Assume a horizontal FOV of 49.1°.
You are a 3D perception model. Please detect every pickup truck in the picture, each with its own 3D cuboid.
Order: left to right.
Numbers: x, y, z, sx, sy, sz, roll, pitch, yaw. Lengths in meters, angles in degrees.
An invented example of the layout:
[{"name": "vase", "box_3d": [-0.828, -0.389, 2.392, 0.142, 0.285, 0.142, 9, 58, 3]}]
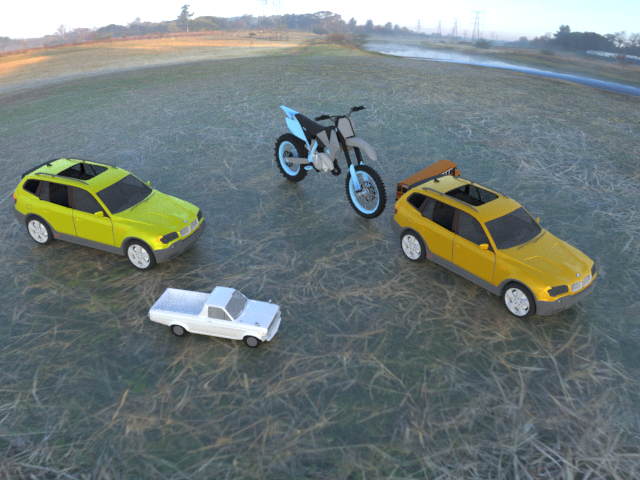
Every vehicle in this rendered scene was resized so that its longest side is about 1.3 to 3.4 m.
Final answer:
[{"name": "pickup truck", "box_3d": [-1.307, 0.892, 8.760, 1.603, 0.511, 0.640, 7, 29, 12]}]

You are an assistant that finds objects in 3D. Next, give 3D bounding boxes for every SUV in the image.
[{"name": "SUV", "box_3d": [-3.250, -0.497, 10.693, 3.058, 1.128, 1.276, 12, 31, 21]}, {"name": "SUV", "box_3d": [2.359, -0.031, 9.825, 1.276, 1.128, 3.058, -21, 35, -34]}]

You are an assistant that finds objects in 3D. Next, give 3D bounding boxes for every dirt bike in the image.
[{"name": "dirt bike", "box_3d": [0.123, -1.475, 11.944, 1.024, 1.666, 2.903, -21, 35, -34]}]

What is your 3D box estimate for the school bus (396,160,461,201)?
[{"name": "school bus", "box_3d": [1.971, -1.053, 12.461, 0.365, 0.434, 1.708, 22, 35, 34]}]
